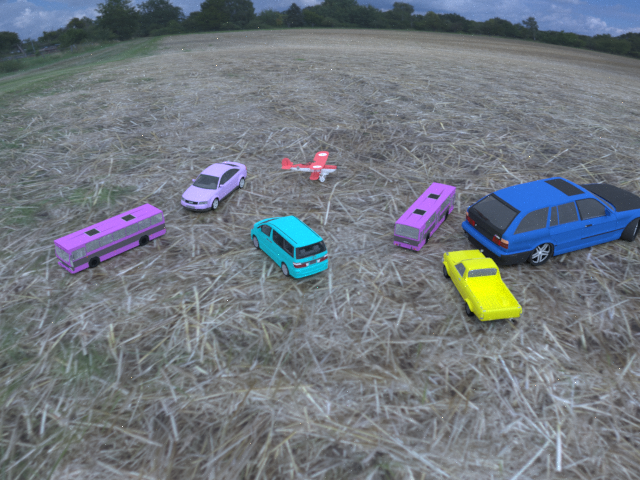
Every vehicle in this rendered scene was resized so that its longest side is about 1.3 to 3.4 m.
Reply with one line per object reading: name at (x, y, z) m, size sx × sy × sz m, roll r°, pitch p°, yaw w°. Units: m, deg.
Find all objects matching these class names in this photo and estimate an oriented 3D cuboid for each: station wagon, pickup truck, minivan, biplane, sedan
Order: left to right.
sedan at (-1.872, -1.011, 12.428) m, size 0.635 × 0.483 × 1.613 m, roll 12°, pitch 32°, yaw 20°
minivan at (-0.495, -0.002, 10.540) m, size 0.681 × 0.616 × 1.548 m, roll -17°, pitch 34°, yaw -27°
biplane at (-0.169, -1.358, 13.012) m, size 1.090 × 0.504 × 1.336 m, roll 3°, pitch 30°, yaw 6°
pickup truck at (2.203, 0.569, 9.653) m, size 0.640 × 0.511 × 1.603 m, roll -5°, pitch 30°, yaw -8°
station wagon at (3.816, -0.441, 10.999) m, size 3.105 × 0.920 × 1.327 m, roll -12°, pitch 32°, yaw -20°

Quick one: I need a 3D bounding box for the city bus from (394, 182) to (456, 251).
city bus at (1.721, -0.381, 11.356) m, size 0.476 × 0.460 × 1.674 m, roll 15°, pitch 33°, yaw 25°

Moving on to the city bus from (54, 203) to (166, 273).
city bus at (-3.186, -0.027, 10.740) m, size 0.476 × 0.460 × 1.674 m, roll 25°, pitch 38°, yaw 36°
